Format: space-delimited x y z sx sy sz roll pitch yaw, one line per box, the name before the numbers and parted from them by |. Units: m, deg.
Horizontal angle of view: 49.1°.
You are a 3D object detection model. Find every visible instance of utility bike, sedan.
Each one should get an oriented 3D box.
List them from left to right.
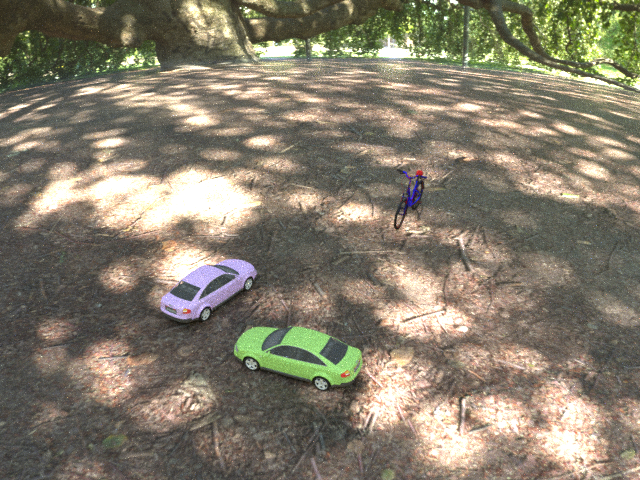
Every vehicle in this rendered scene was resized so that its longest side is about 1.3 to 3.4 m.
sedan | -1.530 0.622 9.806 0.635 0.483 1.613 18 33 29
sedan | -0.284 1.341 8.472 1.613 0.483 0.635 11 30 20
utility bike | 1.595 -0.787 11.935 0.535 0.946 1.435 13 31 23
